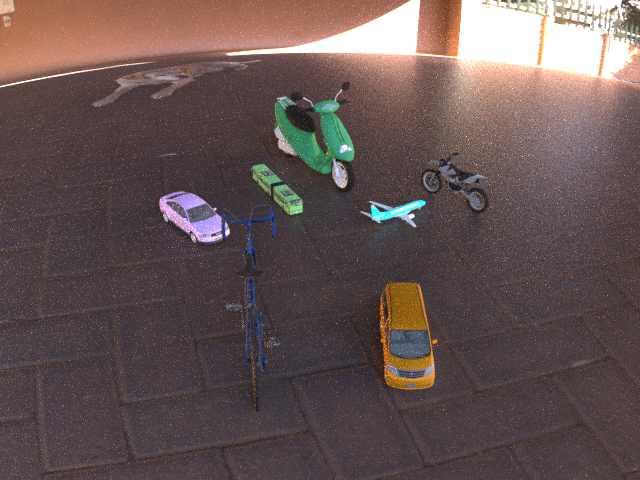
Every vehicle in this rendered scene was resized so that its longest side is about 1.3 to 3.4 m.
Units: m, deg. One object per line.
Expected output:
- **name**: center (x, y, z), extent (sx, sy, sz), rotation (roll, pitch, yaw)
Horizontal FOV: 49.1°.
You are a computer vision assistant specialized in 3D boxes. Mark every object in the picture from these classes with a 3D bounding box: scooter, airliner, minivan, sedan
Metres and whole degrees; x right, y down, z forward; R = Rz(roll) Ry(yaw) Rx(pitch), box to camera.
- **scooter**: center (-0.144, -2.121, 13.315), extent (1.288, 1.786, 2.721), rotation (-18, 35, -29)
- **airliner**: center (1.345, -0.578, 12.006), extent (1.307, 0.429, 1.161), rotation (-21, 36, -31)
- **minivan**: center (1.082, 1.177, 8.796), extent (0.681, 0.616, 1.548), rotation (0, 30, 1)
- **sedan**: center (-2.112, -0.427, 11.693), extent (0.635, 0.483, 1.613), rotation (-22, 37, -33)

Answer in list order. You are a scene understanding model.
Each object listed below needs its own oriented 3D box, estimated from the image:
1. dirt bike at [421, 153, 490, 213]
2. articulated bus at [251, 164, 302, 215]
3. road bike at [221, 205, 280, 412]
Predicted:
- **dirt bike**: center (2.381, -1.044, 12.383), extent (0.527, 0.857, 1.493), rotation (-25, 38, -36)
- **articulated bus**: center (-0.798, -0.941, 12.772), extent (0.311, 0.289, 1.749), rotation (-14, 33, -23)
- **road bike**: center (-0.841, 0.683, 8.610), extent (0.696, 1.656, 3.004), rotation (-3, 30, -5)
